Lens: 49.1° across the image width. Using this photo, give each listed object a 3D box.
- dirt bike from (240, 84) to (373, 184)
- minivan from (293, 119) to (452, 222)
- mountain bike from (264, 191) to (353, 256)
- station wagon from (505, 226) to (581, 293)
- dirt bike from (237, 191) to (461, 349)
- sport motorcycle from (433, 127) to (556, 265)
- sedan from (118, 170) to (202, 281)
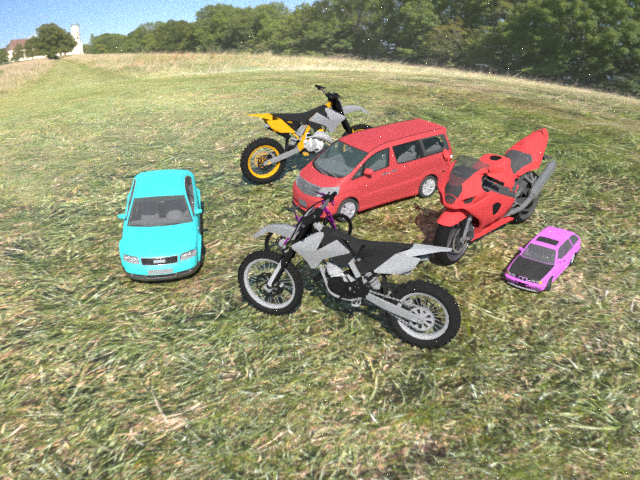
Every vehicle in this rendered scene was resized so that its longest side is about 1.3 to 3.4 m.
[{"bbox_3d":[-0.146,-1.997,13.283,2.903,1.666,1.024,-11,28,-21],"label":"dirt bike"},{"bbox_3d":[0.942,-1.282,12.365,3.011,1.197,1.324,-17,31,-31],"label":"minivan"},{"bbox_3d":[-0.155,-0.197,10.536,1.469,0.868,0.573,-12,29,-23],"label":"mountain bike"},{"bbox_3d":[3.241,0.229,10.118,0.682,0.473,1.597,18,32,33],"label":"station wagon"},{"bbox_3d":[0.285,0.388,8.448,2.903,1.666,1.024,10,28,19],"label":"dirt bike"},{"bbox_3d":[2.670,-0.722,10.778,0.983,1.596,2.955,22,34,38],"label":"sport motorcycle"},{"bbox_3d":[-2.452,-0.410,10.888,1.235,0.940,3.137,-4,27,-9],"label":"sedan"}]
